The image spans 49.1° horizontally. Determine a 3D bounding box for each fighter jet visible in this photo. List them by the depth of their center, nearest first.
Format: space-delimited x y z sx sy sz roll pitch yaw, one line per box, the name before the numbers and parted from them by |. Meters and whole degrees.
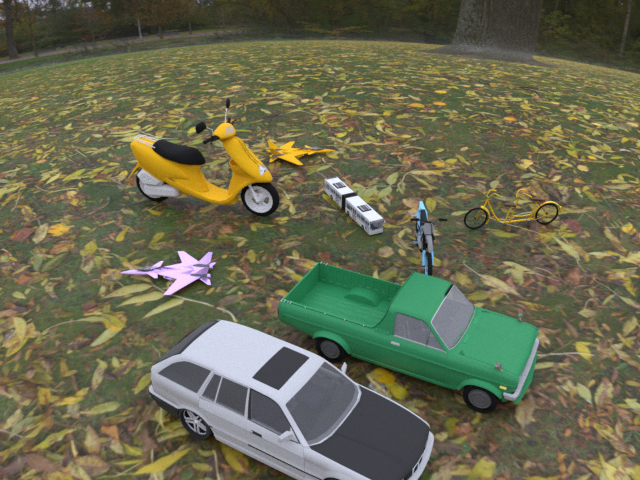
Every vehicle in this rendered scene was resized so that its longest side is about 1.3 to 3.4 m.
fighter jet | -2.233 0.406 10.174 1.358 0.286 1.147 0 31 0
fighter jet | -0.362 -1.798 13.848 1.358 0.286 1.147 -5 31 -8

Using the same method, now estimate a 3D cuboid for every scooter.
scooter | -1.981 -1.327 11.604 2.721 1.786 1.288 8 32 14

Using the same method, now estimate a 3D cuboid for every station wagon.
station wagon | -0.338 1.709 7.385 3.105 0.920 1.327 18 35 27

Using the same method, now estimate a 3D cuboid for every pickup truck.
pickup truck | 1.052 0.992 8.511 3.117 0.993 1.244 15 34 23

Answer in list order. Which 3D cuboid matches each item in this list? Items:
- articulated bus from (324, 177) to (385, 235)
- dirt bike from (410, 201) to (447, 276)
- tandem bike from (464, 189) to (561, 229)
articulated bus | 0.548 -0.601 11.850 0.311 0.289 1.749 -13 33 -21
dirt bike | 1.555 -0.026 10.338 0.527 0.857 1.493 0 31 0
tandem bike | 3.134 -0.508 11.314 1.642 0.682 0.283 -4 31 -7
